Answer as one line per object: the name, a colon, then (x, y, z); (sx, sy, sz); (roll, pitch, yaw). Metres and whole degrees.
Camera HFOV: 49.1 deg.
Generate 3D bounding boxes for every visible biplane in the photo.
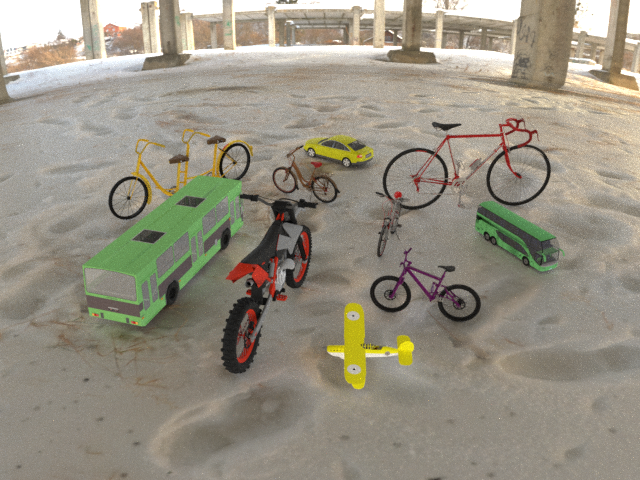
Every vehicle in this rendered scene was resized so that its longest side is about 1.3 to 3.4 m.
biplane: (0.567, 1.322, 8.310); (1.090, 0.504, 1.336); (1, 27, 1)

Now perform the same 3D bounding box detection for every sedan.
sedan: (0.368, -1.933, 14.626); (1.613, 0.483, 0.635); (20, 33, 33)

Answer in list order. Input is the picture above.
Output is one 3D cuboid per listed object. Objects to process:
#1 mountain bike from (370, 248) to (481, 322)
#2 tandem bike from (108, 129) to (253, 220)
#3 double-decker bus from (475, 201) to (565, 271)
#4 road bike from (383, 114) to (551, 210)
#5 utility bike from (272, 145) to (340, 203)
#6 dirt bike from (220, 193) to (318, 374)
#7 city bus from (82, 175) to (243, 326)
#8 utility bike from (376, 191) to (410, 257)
mountain bike: (1.388, 0.640, 9.232); (1.469, 0.868, 0.573); (7, 28, 13)
tandem bike: (-2.419, -1.351, 12.583); (0.550, 1.326, 3.192); (24, 36, 38)
double-decker bus: (3.076, -0.065, 10.951); (0.389, 0.541, 1.672); (-13, 30, -24)
road bike: (2.583, -1.314, 12.153); (3.004, 1.656, 0.697); (-2, 27, -5)
utility bike: (-0.292, -1.159, 12.626); (1.435, 0.946, 0.535); (15, 31, 26)
dirt bike: (-0.623, 0.346, 8.930); (1.024, 1.666, 2.903); (8, 28, 16)
city bus: (-2.141, 0.074, 10.297); (0.926, 0.894, 3.255); (9, 29, 16)
utility bike: (1.169, -0.361, 11.083); (0.535, 0.946, 1.435); (9, 29, 17)
